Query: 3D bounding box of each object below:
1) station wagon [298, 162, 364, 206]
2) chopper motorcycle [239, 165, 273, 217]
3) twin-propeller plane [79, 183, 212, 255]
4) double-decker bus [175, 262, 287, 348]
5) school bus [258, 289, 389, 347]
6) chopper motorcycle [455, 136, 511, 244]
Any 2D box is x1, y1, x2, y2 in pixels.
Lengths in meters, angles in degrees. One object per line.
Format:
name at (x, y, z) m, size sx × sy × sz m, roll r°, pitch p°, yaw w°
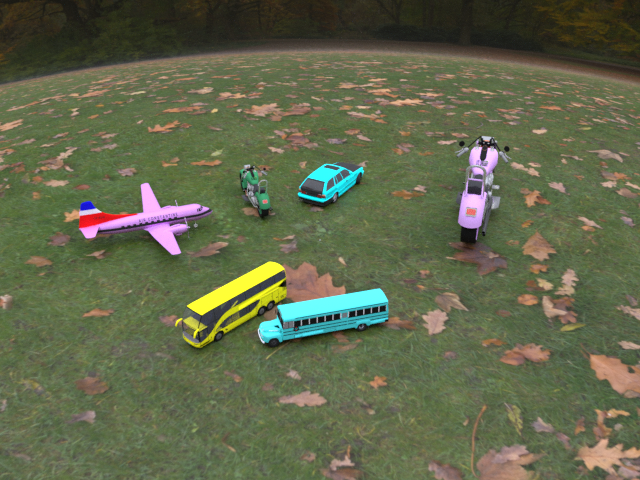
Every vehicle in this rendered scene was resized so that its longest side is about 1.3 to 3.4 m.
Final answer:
station wagon at (0.233, -1.132, 12.864) m, size 0.682 × 0.473 × 1.597 m, roll 16°, pitch 33°, yaw 26°
chopper motorcycle at (-1.170, -0.983, 12.307) m, size 0.466 × 0.761 × 1.563 m, roll -10°, pitch 31°, yaw -17°
twin-propeller plane at (-2.781, -0.411, 11.265) m, size 2.129 × 0.792 × 2.663 m, roll -11°, pitch 31°, yaw -19°
double-decker bus at (-1.127, 0.853, 9.282) m, size 0.389 × 0.541 × 1.672 m, roll 24°, pitch 37°, yaw 36°
school bus at (0.042, 1.004, 9.124) m, size 1.708 × 0.434 × 0.365 m, roll -8°, pitch 31°, yaw -14°
chopper motorcycle at (2.714, -1.096, 11.778) m, size 0.906 × 1.480 × 3.040 m, roll 9°, pitch 31°, yaw 15°
